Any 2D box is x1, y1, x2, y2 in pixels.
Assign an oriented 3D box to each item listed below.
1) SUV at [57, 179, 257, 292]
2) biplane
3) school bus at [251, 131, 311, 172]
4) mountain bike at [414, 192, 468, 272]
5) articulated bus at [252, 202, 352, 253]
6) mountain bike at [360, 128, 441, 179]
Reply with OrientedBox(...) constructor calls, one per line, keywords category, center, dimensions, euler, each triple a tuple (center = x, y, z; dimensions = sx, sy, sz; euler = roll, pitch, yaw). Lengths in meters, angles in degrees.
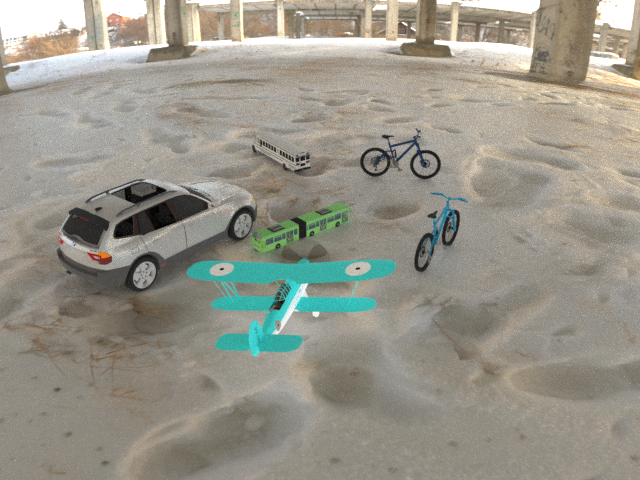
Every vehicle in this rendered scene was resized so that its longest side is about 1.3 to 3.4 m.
OrientedBox(category="SUV", center=(-2.246, -0.312, 10.067), dimensions=(1.276, 1.128, 3.058), euler=(20, 33, 33))
OrientedBox(category="biplane", center=(-0.475, 0.733, 8.221), dimensions=(2.598, 0.981, 2.120), euler=(7, 28, 13))
OrientedBox(category="school bus", center=(-0.794, -1.736, 13.556), dimensions=(0.365, 0.434, 1.708), euler=(-18, 32, -30))
OrientedBox(category="mountain bike", center=(1.708, -0.139, 10.017), dimensions=(0.573, 0.868, 1.469), euler=(17, 32, 29))
OrientedBox(category="articulated bus", center=(-0.262, -0.205, 10.772), dimensions=(1.749, 0.289, 0.311), euler=(-21, 34, -34))
OrientedBox(category="mountain bike", center=(1.464, -1.535, 12.699), dimensions=(1.469, 0.868, 0.573), euler=(4, 28, 7))
